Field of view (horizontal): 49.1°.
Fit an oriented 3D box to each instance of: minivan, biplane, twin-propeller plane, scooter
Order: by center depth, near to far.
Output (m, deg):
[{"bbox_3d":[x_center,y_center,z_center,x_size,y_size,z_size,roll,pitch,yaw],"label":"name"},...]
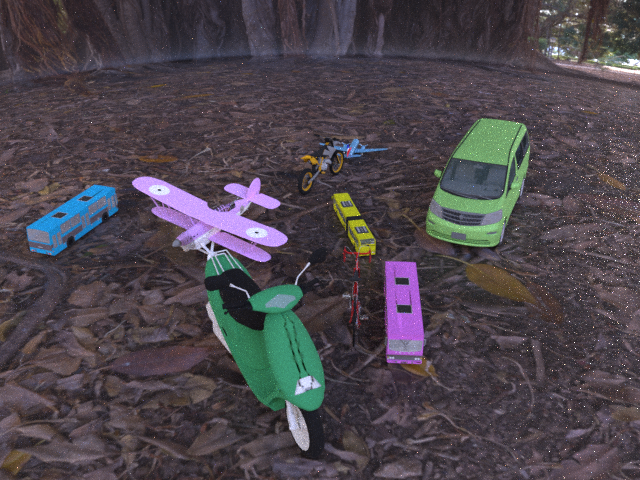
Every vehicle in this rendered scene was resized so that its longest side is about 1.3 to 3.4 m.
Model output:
[{"bbox_3d":[-0.637,0.861,7.323,1.288,1.786,2.721,-14,31,-25],"label":"scooter"},{"bbox_3d":[-1.452,-0.316,10.365,2.598,0.981,2.120,15,32,26],"label":"biplane"},{"bbox_3d":[2.638,-0.985,11.382,1.324,1.197,3.011,12,30,20],"label":"minivan"},{"bbox_3d":[0.635,-1.844,13.815,1.370,0.407,1.095,6,29,11],"label":"twin-propeller plane"}]

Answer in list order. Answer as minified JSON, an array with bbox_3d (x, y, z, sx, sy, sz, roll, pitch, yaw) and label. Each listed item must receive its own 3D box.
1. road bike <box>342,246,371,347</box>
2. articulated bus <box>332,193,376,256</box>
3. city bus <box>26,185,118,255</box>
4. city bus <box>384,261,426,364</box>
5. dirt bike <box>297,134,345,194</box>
[{"bbox_3d":[0.446,0.642,8.718,0.358,0.852,1.545,2,28,4],"label":"road bike"},{"bbox_3d":[0.520,-0.272,11.013,0.311,0.289,1.749,-6,29,-10],"label":"articulated bus"},{"bbox_3d":[-3.811,-0.315,10.913,0.476,0.460,1.674,10,30,17],"label":"city bus"},{"bbox_3d":[1.020,0.876,8.696,0.476,0.460,1.674,2,28,3],"label":"city bus"},{"bbox_3d":[0.028,-1.403,12.519,0.527,0.857,1.493,17,33,29],"label":"dirt bike"}]
